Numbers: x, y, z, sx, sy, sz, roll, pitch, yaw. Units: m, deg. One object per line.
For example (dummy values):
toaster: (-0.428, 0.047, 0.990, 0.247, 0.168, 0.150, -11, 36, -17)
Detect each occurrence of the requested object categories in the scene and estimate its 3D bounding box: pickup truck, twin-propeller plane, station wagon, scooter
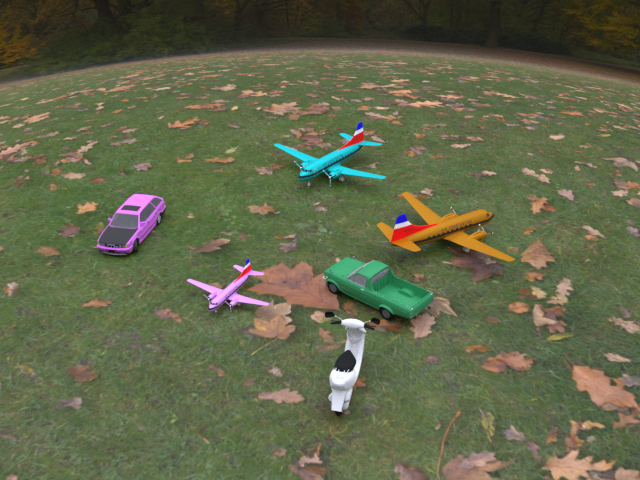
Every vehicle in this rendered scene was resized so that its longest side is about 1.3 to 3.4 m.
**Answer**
pickup truck: (0.801, 0.634, 9.901, 1.603, 0.511, 0.640, 24, 37, 35)
twin-propeller plane: (-1.268, 0.663, 9.954, 1.370, 0.407, 1.095, 14, 33, 24)
station wagon: (-3.113, -0.307, 11.577, 0.682, 0.473, 1.597, 6, 30, 10)
twin-propeller plane: (0.257, -1.665, 13.624, 2.663, 0.792, 2.129, 21, 36, 32)
scooter: (0.340, 1.350, 8.243, 0.662, 0.919, 1.399, 7, 31, 11)
twin-propeller plane: (1.998, -0.266, 11.187, 2.129, 0.792, 2.663, -17, 34, -26)
